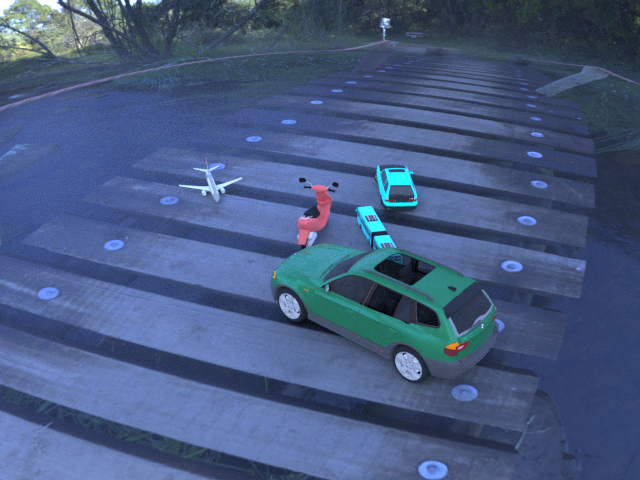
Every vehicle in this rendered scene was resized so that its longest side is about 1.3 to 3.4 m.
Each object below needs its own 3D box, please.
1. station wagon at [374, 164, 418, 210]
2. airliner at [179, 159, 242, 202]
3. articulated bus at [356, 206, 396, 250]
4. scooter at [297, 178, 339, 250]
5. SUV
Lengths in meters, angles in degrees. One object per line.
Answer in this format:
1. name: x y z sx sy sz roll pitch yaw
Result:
1. station wagon: 1.371 -1.052 12.631 0.682 0.473 1.597 -1 30 -1
2. airliner: -1.972 -1.088 12.739 1.161 0.429 1.307 -8 31 -14
3. articulated bus: 0.917 -0.037 11.024 0.311 0.289 1.749 -6 30 -10
4. scooter: -0.068 -0.470 11.150 0.662 0.919 1.399 9 31 16
5. SUV: 0.742 0.685 8.896 3.058 1.128 1.276 23 37 34
